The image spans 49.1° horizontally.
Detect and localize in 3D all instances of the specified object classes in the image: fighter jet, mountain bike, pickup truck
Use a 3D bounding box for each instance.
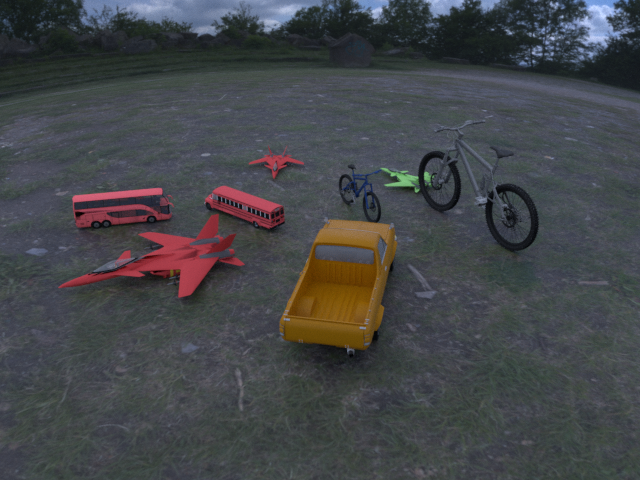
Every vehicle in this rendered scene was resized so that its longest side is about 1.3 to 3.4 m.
[{"bbox_3d":[1.653,-1.308,13.861,1.147,0.286,1.358,-19,33,-33],"label":"fighter jet"},{"bbox_3d":[2.578,-0.971,11.648,1.114,1.688,2.857,-15,31,-27],"label":"mountain bike"},{"bbox_3d":[-2.573,0.254,10.481,2.640,0.557,2.229,-13,30,-24],"label":"fighter jet"},{"bbox_3d":[-0.909,-1.605,14.447,1.147,0.286,1.358,0,27,0],"label":"fighter jet"},{"bbox_3d":[0.345,0.445,9.623,1.244,0.993,3.117,5,27,10],"label":"pickup truck"},{"bbox_3d":[0.690,-0.881,12.376,0.573,0.868,1.469,-12,29,-23],"label":"mountain bike"}]

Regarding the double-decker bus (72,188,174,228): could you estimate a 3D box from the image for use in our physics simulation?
[{"bbox_3d":[-3.381,-0.557,12.099,1.672,0.541,0.389,-6,28,-12],"label":"double-decker bus"}]

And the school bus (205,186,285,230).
[{"bbox_3d":[-1.363,-0.590,12.282,1.708,0.434,0.365,20,33,34],"label":"school bus"}]
